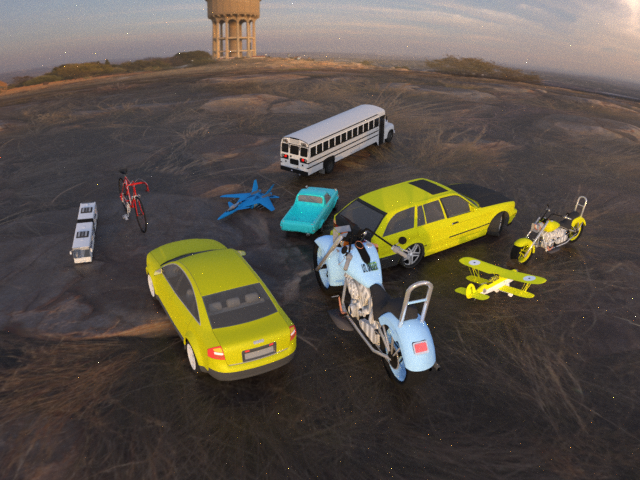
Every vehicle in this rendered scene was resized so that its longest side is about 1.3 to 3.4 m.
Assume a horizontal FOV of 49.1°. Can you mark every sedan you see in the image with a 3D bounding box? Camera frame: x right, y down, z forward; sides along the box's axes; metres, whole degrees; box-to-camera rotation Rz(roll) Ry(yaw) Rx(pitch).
[{"bbox_3d":[-1.344,0.620,8.748,1.235,0.940,3.137,-13,29,-24],"label":"sedan"}]

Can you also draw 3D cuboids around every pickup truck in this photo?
[{"bbox_3d":[-0.147,-0.538,11.556,0.640,0.511,1.603,7,27,14],"label":"pickup truck"}]

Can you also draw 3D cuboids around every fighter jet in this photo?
[{"bbox_3d":[-1.331,-0.668,12.067,1.147,0.286,1.358,16,31,29],"label":"fighter jet"}]

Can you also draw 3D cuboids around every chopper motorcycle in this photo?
[{"bbox_3d":[0.539,0.501,8.381,0.906,1.480,3.040,-9,28,-18],"label":"chopper motorcycle"},{"bbox_3d":[3.446,-0.145,10.485,1.563,0.761,0.466,-17,31,-31],"label":"chopper motorcycle"}]

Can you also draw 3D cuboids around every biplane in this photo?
[{"bbox_3d":[2.288,0.575,9.327,1.090,0.504,1.336,-20,33,-35],"label":"biplane"}]

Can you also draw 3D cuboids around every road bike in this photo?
[{"bbox_3d":[-3.103,-0.701,11.501,0.358,0.852,1.545,-14,30,-26],"label":"road bike"}]

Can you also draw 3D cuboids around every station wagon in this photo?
[{"bbox_3d":[1.697,-0.427,10.874,3.105,0.920,1.327,-17,31,-30],"label":"station wagon"}]

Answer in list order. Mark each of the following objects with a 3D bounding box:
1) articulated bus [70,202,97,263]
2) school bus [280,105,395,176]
[{"bbox_3d":[-3.687,-0.145,11.015,0.311,0.289,1.749,-6,27,-12],"label":"articulated bus"},{"bbox_3d":[0.472,-2.102,14.322,0.709,0.844,3.322,18,31,31],"label":"school bus"}]
